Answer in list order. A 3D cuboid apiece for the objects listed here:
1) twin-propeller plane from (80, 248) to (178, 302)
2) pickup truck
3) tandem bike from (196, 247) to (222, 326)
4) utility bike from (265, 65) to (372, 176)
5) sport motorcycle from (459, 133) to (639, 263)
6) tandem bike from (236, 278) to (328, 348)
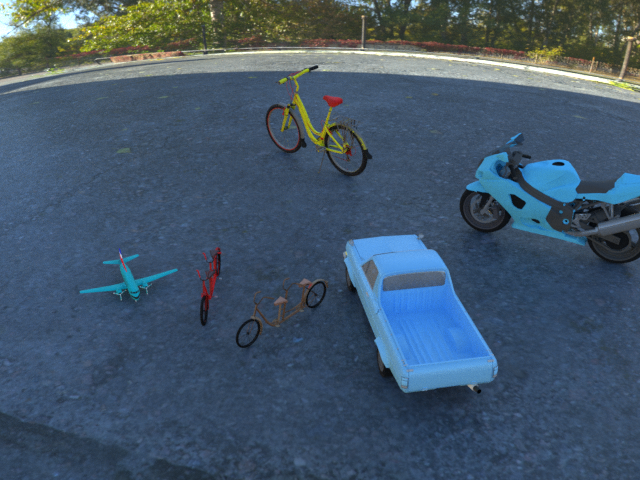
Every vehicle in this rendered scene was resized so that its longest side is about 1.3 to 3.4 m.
[{"bbox_3d":[-2.716,0.503,9.908,1.370,0.407,1.095,-13,32,-22],"label":"twin-propeller plane"},{"bbox_3d":[1.152,0.744,8.890,1.244,0.993,3.117,-5,30,-9],"label":"pickup truck"},{"bbox_3d":[-1.504,0.500,9.635,0.283,0.682,1.642,1,30,1],"label":"tandem bike"},{"bbox_3d":[-0.154,-2.246,13.299,2.791,1.839,1.039,25,38,36],"label":"utility bike"},{"bbox_3d":[3.592,-0.600,10.647,2.955,1.596,0.983,15,33,24],"label":"sport motorcycle"},{"bbox_3d":[-0.462,0.827,9.059,0.283,0.682,1.642,26,38,37],"label":"tandem bike"}]
